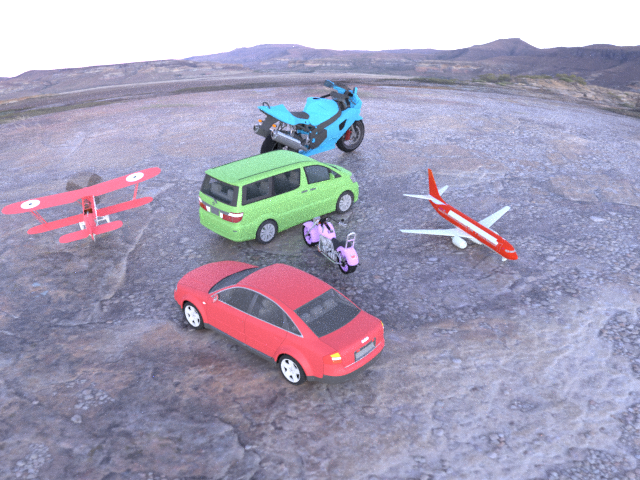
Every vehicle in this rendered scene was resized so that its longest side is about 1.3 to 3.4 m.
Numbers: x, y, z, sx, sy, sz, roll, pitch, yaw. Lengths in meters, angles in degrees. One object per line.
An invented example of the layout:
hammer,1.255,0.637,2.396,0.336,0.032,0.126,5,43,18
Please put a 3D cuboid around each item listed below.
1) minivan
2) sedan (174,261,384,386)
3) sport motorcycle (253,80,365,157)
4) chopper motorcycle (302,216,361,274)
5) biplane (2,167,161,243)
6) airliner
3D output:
minivan,-0.632,-0.902,12.230,3.011,1.197,1.324,-23,34,-38
sedan,-0.624,0.840,8.950,3.137,0.940,1.235,21,33,36
sport motorcycle,-0.115,-2.410,14.867,2.955,1.596,0.983,-22,33,-37
chopper motorcycle,0.135,-0.034,10.945,0.466,0.761,1.563,-14,29,-26
biplane,-3.853,-0.451,11.550,2.598,0.981,2.120,-9,27,-17
airliner,2.465,-0.424,11.661,2.257,0.835,2.541,-12,29,-23
